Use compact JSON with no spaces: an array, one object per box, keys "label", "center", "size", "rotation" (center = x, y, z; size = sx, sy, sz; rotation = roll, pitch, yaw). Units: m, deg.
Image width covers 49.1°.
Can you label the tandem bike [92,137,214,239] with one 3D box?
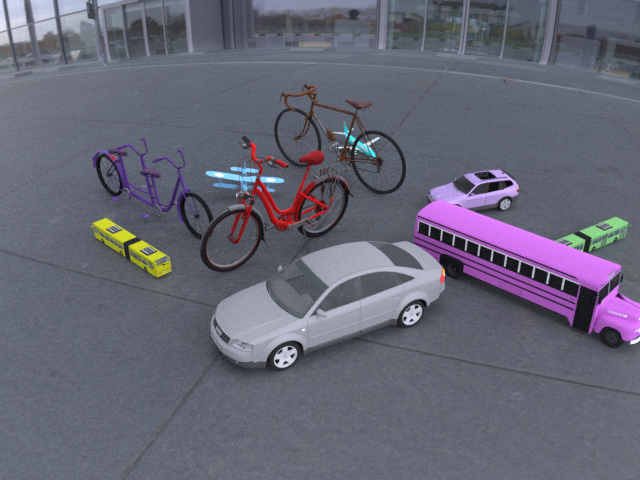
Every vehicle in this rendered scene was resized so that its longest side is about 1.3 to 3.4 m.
[{"label":"tandem bike","center":[-2.809,-0.999,11.405],"size":[3.192,1.326,0.550],"rotation":[24,37,35]}]

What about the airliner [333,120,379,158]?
[{"label":"airliner","center":[0.772,-2.003,14.063],"size":[1.161,0.429,1.307],"rotation":[-14,33,-23]}]

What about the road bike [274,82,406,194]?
[{"label":"road bike","center":[0.289,-1.849,12.558],"size":[3.004,1.656,0.697],"rotation":[22,36,33]}]

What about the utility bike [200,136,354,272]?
[{"label":"utility bike","center":[-0.497,-0.573,10.143],"size":[2.791,1.839,1.039],"rotation":[-22,36,-33]}]

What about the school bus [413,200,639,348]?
[{"label":"school bus","center":[2.792,0.379,9.479],"size":[3.322,0.844,0.709],"rotation":[25,38,36]}]

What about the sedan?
[{"label":"sedan","center":[0.136,0.674,8.868],"size":[3.137,0.940,1.235],"rotation":[-15,33,-24]}]

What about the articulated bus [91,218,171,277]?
[{"label":"articulated bus","center":[-2.853,0.098,10.531],"size":[1.749,0.289,0.311],"rotation":[26,39,37]}]

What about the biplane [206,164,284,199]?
[{"label":"biplane","center":[-1.308,-1.045,12.313],"size":[1.336,0.504,1.090],"rotation":[-3,30,-5]}]

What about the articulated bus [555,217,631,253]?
[{"label":"articulated bus","center":[4.037,0.020,10.667],"size":[1.749,0.289,0.311],"rotation":[-18,34,-28]}]

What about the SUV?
[{"label":"SUV","center":[2.594,-0.817,11.836],"size":[1.572,0.580,0.656],"rotation":[-9,31,-16]}]
